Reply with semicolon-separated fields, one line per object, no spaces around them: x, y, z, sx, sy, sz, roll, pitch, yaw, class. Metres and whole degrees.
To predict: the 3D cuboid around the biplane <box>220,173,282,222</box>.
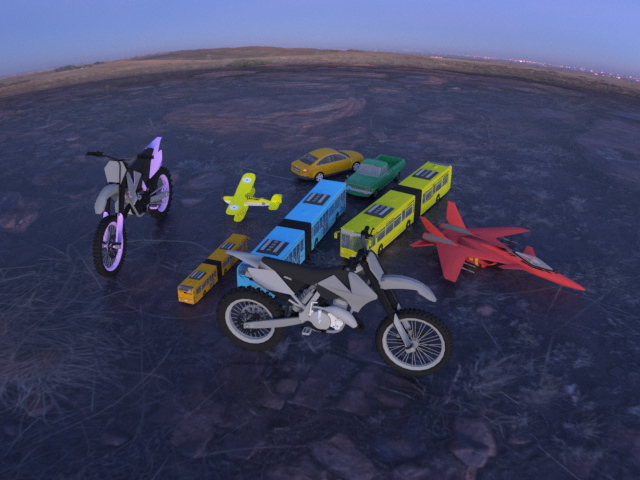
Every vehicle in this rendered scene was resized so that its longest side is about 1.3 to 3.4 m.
-1.204;-0.671;12.159;1.090;0.504;1.336;4;28;8;biplane

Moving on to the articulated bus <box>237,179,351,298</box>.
-0.330;-0.097;10.995;0.605;0.561;3.401;10;29;18;articulated bus

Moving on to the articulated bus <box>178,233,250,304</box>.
-1.545;0.395;10.344;0.311;0.289;1.749;10;29;18;articulated bus

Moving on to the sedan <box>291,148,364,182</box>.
0.176;-1.566;13.902;1.613;0.483;0.635;-19;33;-32;sedan

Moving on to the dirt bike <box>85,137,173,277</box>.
-2.888;-0.685;10.927;1.024;1.666;2.903;4;28;8;dirt bike

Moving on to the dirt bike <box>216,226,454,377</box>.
0.128;0.745;8.178;2.903;1.666;1.024;7;28;13;dirt bike

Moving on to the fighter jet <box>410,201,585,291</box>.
2.759;0.140;10.544;2.640;0.557;2.229;23;35;37;fighter jet

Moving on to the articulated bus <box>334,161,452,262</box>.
1.361;-0.554;11.873;0.605;0.561;3.401;16;31;28;articulated bus

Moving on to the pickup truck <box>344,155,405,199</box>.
1.053;-1.278;13.318;0.640;0.511;1.603;15;31;27;pickup truck
